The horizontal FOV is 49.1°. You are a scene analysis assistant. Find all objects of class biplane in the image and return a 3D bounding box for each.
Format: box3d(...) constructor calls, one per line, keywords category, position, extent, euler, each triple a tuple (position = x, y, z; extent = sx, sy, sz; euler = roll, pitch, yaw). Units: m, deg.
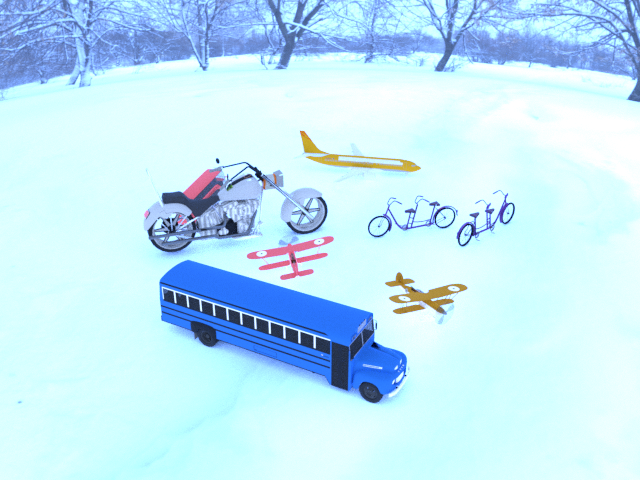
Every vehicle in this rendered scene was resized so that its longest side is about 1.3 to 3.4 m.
box3d(category="biplane", position=(-0.422, 0.316, 10.519), extent=(1.336, 0.504, 1.090), euler=(-4, 28, -8))
box3d(category="biplane", position=(1.388, 0.778, 9.622), extent=(1.336, 0.504, 1.090), euler=(-16, 32, -29))

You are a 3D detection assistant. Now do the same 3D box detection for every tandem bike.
box3d(category="tandem bike", position=(1.580, -0.428, 11.769), extent=(1.642, 0.682, 0.283), euler=(-8, 28, -15))
box3d(category="tandem bike", position=(2.801, -0.392, 11.699), extent=(1.642, 0.682, 0.283), euler=(-23, 35, -37))

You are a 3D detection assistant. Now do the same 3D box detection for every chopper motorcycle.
box3d(category="chopper motorcycle", position=(-1.327, -0.623, 11.276), extent=(3.040, 1.480, 0.906), euler=(-10, 29, -18))

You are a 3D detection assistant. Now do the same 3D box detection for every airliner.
box3d(category="airliner", position=(0.789, -1.750, 14.168), extent=(2.541, 0.835, 2.257), euler=(5, 28, 9))

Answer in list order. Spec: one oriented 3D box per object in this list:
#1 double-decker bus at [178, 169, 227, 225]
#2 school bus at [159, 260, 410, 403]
box3d(category="double-decker bus", position=(-2.124, -0.810, 12.663), extent=(0.389, 0.541, 1.672), euler=(6, 28, 12))
box3d(category="school bus", position=(-0.486, 1.069, 8.687), extent=(3.322, 0.844, 0.709), euler=(14, 30, 25))
